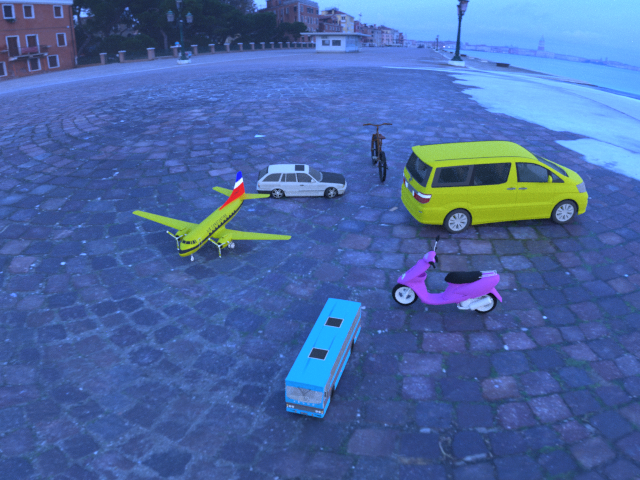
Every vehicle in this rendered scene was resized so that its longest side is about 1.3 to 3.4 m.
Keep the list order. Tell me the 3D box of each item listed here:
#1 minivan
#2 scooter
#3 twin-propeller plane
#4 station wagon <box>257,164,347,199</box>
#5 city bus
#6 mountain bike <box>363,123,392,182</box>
[{"bbox_3d":[2.885,-0.952,11.431,3.011,1.197,1.324,-5,28,-10],"label":"minivan"},{"bbox_3d":[1.630,0.491,8.928,1.399,0.919,0.662,5,28,9],"label":"scooter"},{"bbox_3d":[-1.614,-0.370,10.742,2.663,0.792,2.129,9,29,18],"label":"twin-propeller plane"},{"bbox_3d":[-0.322,-1.069,12.451,1.597,0.473,0.682,0,27,-1],"label":"station wagon"},{"bbox_3d":[0.070,1.290,7.875,0.476,0.460,1.674,8,28,15],"label":"city bus"},{"bbox_3d":[1.115,-1.701,13.249,0.573,0.868,1.469,-2,27,-5],"label":"mountain bike"}]
